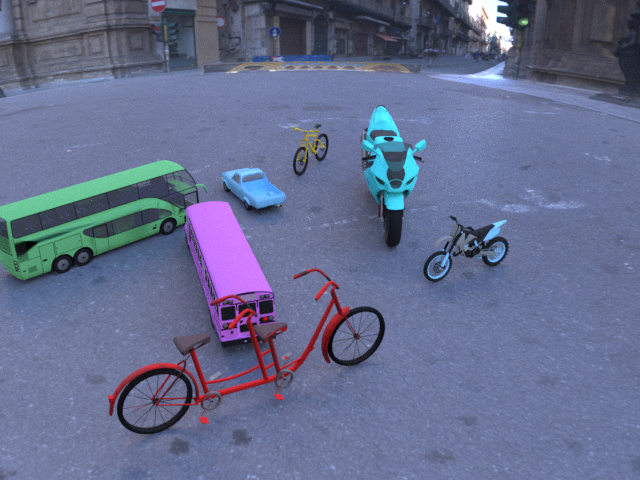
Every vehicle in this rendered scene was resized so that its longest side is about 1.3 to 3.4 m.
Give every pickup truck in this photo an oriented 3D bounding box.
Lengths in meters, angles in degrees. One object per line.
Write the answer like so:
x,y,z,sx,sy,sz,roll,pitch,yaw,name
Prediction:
-1.203,-0.964,12.445,0.640,0.511,1.603,-14,30,-26,pickup truck

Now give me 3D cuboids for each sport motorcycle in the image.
1.102,-1.126,11.557,0.983,1.596,2.955,0,27,-1,sport motorcycle

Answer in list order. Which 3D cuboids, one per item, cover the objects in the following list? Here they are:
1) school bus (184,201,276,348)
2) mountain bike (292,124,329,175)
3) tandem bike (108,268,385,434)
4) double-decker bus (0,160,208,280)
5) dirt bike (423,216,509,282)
-1.332,0.284,9.579,0.709,0.844,3.322,-8,28,-16,school bus
-0.171,-1.844,13.805,0.573,0.868,1.469,12,29,23,mountain bike
-0.647,1.122,7.368,3.192,1.326,0.550,-14,30,-25,tandem bike
-3.251,-0.393,10.699,3.251,1.052,0.756,-24,35,-39,double-decker bus
2.110,0.100,9.933,1.493,0.857,0.527,-13,29,-24,dirt bike
